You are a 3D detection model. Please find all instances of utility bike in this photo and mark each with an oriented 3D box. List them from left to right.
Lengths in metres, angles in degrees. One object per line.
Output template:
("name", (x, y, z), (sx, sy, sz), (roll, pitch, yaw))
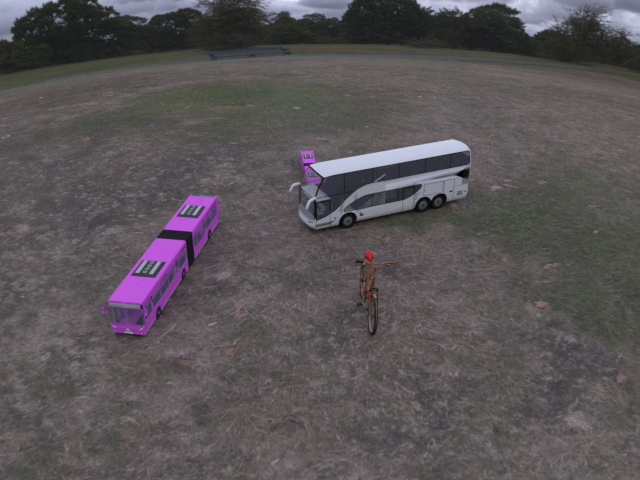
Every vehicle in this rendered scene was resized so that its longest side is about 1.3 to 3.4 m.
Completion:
("utility bike", (0.707, 0.583, 9.403), (0.535, 0.946, 1.435), (-2, 29, -4))

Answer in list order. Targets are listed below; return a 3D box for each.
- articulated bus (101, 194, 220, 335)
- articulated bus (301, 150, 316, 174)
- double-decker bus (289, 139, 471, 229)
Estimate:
("articulated bus", (-2.223, 0.236, 10.439), (0.605, 0.561, 3.401), (5, 29, 8))
("articulated bus", (-0.182, -1.303, 13.544), (0.311, 0.289, 1.749), (-3, 29, -6))
("double-decker bus", (1.105, -0.968, 12.133), (3.251, 1.052, 0.756), (-12, 31, -21))
